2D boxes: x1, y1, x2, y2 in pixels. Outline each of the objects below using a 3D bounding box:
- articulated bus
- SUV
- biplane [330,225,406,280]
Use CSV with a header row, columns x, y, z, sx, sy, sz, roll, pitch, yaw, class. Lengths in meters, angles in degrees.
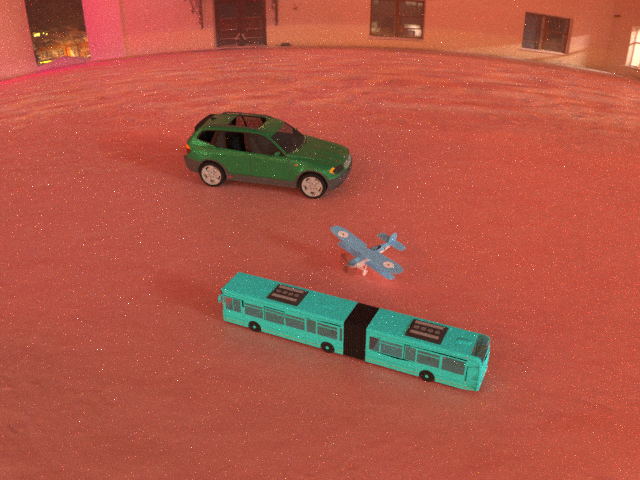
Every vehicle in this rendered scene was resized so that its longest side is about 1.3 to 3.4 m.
x,y,z,sx,sy,sz,roll,pitch,yaw,class
0.334,1.073,8.586,3.401,0.561,0.605,13,32,21,articulated bus
-0.940,-1.613,12.716,3.058,1.128,1.276,8,31,13,SUV
0.771,0.193,10.183,1.090,0.504,1.336,-26,39,-37,biplane
